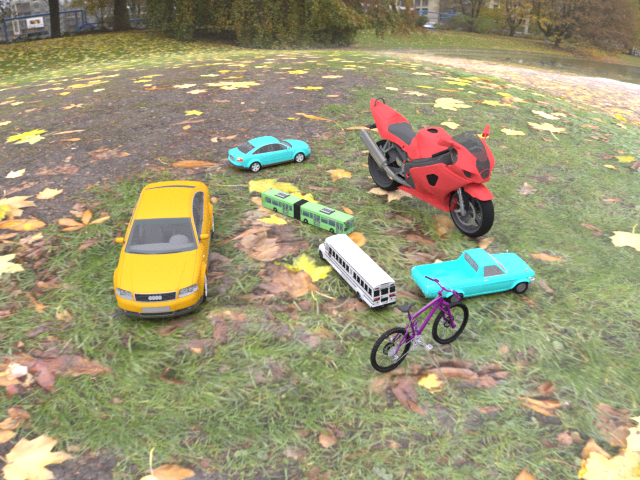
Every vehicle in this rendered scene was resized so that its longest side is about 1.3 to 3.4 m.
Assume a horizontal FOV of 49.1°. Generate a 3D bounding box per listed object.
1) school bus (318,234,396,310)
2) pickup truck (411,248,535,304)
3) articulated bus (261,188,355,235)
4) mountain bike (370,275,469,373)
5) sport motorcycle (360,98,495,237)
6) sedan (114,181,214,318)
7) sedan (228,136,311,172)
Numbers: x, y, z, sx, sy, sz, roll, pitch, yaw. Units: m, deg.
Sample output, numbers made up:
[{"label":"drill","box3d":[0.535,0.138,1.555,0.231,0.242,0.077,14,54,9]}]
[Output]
[{"label":"school bus","box3d":[0.462,0.365,9.521,0.365,0.434,1.708,-13,31,-22]},{"label":"pickup truck","box3d":[2.038,0.437,9.311,1.603,0.511,0.640,-8,30,-14]},{"label":"articulated bus","box3d":[-0.215,-0.458,11.175,1.749,0.289,0.311,21,35,33]},{"label":"mountain bike","box3d":[1.169,0.970,7.966,1.469,0.868,0.573,-18,34,-30]},{"label":"sport motorcycle","box3d":[1.708,-1.203,11.173,0.983,1.596,2.955,-18,33,-29]},{"label":"sedan","box3d":[-2.134,-0.063,9.778,1.235,0.940,3.137,-3,29,-5]},{"label":"sedan","box3d":[-0.938,-1.688,13.216,1.613,0.483,0.635,-15,32,-26]}]
